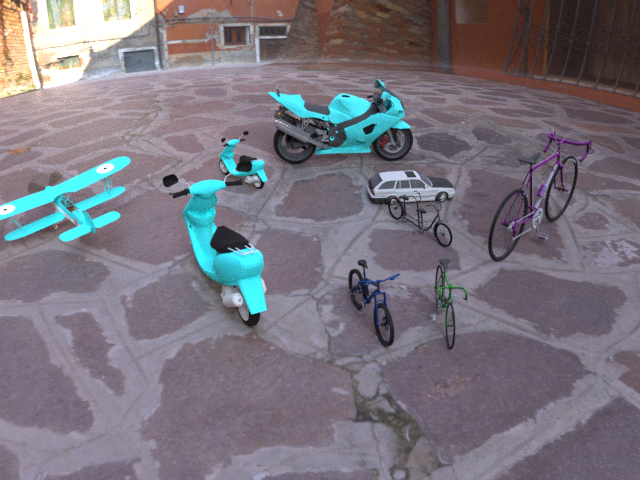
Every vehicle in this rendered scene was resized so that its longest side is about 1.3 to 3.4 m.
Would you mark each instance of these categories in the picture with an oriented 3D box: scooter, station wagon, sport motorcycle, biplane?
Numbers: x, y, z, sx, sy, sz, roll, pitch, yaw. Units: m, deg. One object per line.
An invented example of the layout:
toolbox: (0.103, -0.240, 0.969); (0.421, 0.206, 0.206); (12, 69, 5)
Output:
scooter: (-1.514, -1.552, 13.475); (0.662, 0.919, 1.399); (-25, 37, -39)
station wagon: (1.684, -1.000, 12.908); (1.597, 0.473, 0.682); (-4, 28, -7)
sport motorcycle: (0.454, -2.346, 14.250); (2.955, 1.596, 0.983); (-2, 28, -3)
scooter: (-1.389, -0.062, 9.736); (1.288, 1.786, 2.721); (-14, 31, -24)
biplane: (-4.117, -0.489, 11.402); (2.598, 0.981, 2.120); (-21, 34, -34)

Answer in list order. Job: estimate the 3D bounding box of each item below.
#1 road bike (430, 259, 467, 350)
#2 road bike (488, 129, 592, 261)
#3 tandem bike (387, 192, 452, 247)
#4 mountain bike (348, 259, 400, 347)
road bike: (1.648, 0.748, 9.204); (0.358, 0.852, 1.545); (0, 28, 0)
road bike: (3.499, -0.761, 11.194); (0.696, 1.656, 3.004); (23, 35, 36)
tandem bike: (1.638, -0.446, 11.640); (0.283, 0.682, 1.642); (-17, 33, -29)
mountain bike: (0.659, 0.739, 9.205); (0.573, 0.868, 1.469); (-9, 29, -17)
